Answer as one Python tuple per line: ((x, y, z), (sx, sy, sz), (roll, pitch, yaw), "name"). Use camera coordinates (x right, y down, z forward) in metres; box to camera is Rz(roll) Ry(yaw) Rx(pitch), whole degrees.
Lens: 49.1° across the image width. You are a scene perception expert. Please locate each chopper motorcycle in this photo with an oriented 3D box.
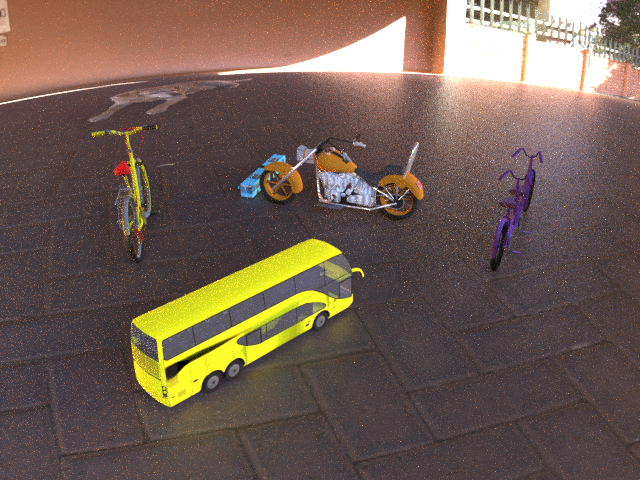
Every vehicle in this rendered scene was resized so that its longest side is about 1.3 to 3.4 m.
((0.339, -1.176, 12.362), (3.040, 1.480, 0.906), (10, 29, 18), "chopper motorcycle")

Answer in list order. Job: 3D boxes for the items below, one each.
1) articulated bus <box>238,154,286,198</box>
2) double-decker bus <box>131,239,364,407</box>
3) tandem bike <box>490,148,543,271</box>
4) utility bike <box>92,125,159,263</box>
((-1.111, -1.287, 13.864), (0.311, 0.289, 1.749), (9, 29, 17), "articulated bus")
((-0.810, 0.910, 8.821), (3.251, 1.052, 0.756), (-25, 36, -39), "double-decker bus")
((3.217, -0.621, 11.464), (0.550, 1.326, 3.192), (13, 30, 23), "tandem bike")
((-3.104, -0.854, 11.355), (1.039, 1.839, 2.791), (-3, 28, -6), "utility bike")
